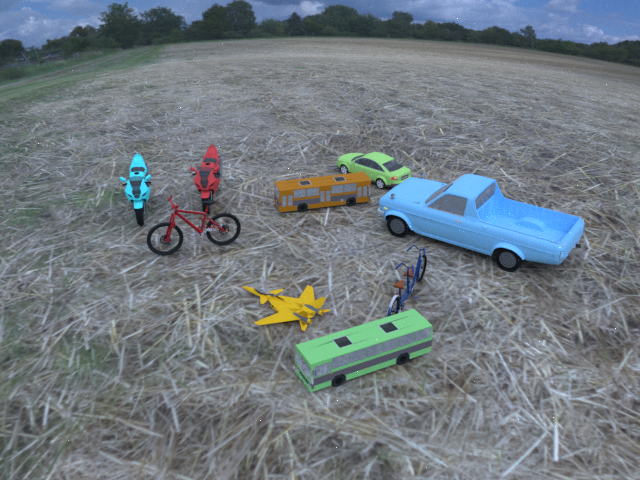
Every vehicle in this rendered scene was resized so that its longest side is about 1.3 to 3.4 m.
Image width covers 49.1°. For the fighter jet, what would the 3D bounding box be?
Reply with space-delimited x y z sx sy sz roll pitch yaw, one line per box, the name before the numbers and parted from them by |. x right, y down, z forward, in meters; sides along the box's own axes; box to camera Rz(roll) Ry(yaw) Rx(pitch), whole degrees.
fighter jet | -0.566 0.784 9.551 1.358 0.286 1.147 20 35 32

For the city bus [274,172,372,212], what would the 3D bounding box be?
city bus | 0.050 -0.828 12.306 1.674 0.460 0.476 -8 30 -14

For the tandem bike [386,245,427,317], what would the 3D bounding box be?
tandem bike | 1.206 0.555 9.557 0.283 0.682 1.642 13 31 22

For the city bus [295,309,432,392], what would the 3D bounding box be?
city bus | 0.538 1.321 8.392 1.674 0.460 0.476 -14 32 -23

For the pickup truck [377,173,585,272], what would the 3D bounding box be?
pickup truck | 2.467 -0.407 10.985 3.117 0.993 1.244 18 34 30

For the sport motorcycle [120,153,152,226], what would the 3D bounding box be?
sport motorcycle | -3.110 -0.880 12.025 0.506 0.821 1.520 -6 29 -10

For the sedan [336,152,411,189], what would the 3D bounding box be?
sedan | 1.003 -1.413 13.346 1.613 0.483 0.635 26 38 38

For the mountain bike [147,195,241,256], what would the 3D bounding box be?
mountain bike | -1.946 -0.229 10.791 1.469 0.868 0.573 -10 30 -18

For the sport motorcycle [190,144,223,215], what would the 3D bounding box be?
sport motorcycle | -1.958 -1.076 12.381 0.506 0.821 1.520 -1 29 -1
